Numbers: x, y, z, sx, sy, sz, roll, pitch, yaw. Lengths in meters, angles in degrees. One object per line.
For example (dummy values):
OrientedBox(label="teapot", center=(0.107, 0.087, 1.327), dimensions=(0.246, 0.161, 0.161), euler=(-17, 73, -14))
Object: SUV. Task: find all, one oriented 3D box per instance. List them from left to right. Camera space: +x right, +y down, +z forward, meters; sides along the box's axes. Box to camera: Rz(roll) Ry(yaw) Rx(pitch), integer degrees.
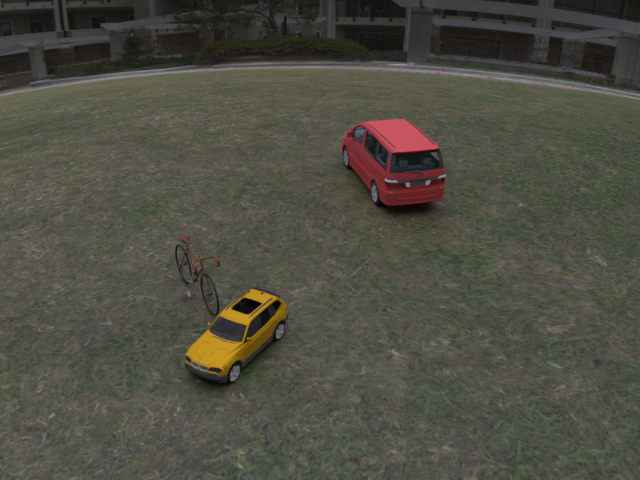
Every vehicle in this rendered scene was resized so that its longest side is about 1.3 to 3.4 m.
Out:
OrientedBox(label="SUV", center=(-1.001, 1.128, 8.608), dimensions=(0.656, 0.580, 1.572), euler=(15, 31, 26))

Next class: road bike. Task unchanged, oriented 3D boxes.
OrientedBox(label="road bike", center=(-1.720, 0.425, 9.649), dimensions=(0.358, 0.852, 1.545), euler=(-16, 32, -27))

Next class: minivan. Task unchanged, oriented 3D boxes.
OrientedBox(label="minivan", center=(1.302, -1.627, 13.167), dimensions=(1.324, 1.197, 3.011), euler=(-7, 29, -13))
